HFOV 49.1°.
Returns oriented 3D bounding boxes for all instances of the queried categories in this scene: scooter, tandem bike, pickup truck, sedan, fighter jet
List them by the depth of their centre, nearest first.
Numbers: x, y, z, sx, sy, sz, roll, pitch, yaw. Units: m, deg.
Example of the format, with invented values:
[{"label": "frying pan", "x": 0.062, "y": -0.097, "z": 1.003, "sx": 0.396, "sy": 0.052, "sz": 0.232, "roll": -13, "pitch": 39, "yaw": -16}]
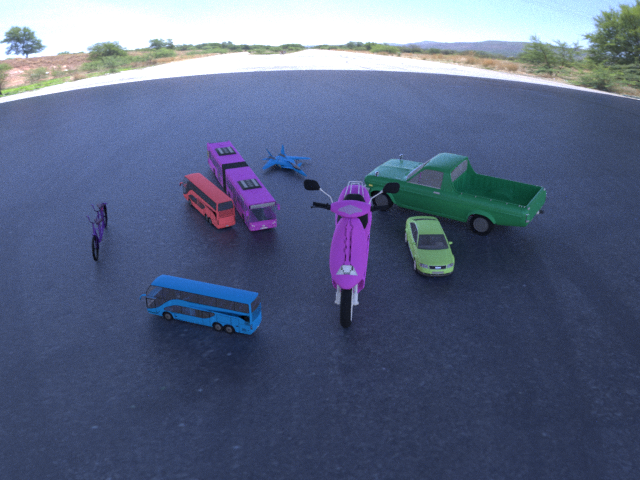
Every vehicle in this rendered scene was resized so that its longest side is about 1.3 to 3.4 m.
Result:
[{"label": "scooter", "x": 0.445, "y": -0.132, "z": 9.960, "sx": 1.288, "sy": 1.786, "sz": 2.721, "roll": 2, "pitch": 27, "yaw": 5}, {"label": "sedan", "x": 1.725, "y": 0.032, "z": 11.062, "sx": 0.635, "sy": 0.483, "sz": 1.613, "roll": -1, "pitch": 27, "yaw": -2}, {"label": "tandem bike", "x": -3.607, "y": -0.269, "z": 11.429, "sx": 0.283, "sy": 0.682, "sz": 1.642, "roll": -4, "pitch": 28, "yaw": -8}, {"label": "pickup truck", "x": 2.336, "y": -0.928, "z": 12.365, "sx": 3.117, "sy": 0.993, "sz": 1.244, "roll": 16, "pitch": 31, "yaw": 28}, {"label": "fighter jet", "x": -0.627, "y": -1.609, "z": 14.451, "sx": 1.147, "sy": 0.286, "sz": 1.358, "roll": -16, "pitch": 32, "yaw": -29}]

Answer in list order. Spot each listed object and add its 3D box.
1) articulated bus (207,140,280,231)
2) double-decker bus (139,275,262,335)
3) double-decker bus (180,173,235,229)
[{"label": "articulated bus", "x": -1.532, "y": -1.103, "z": 13.172, "sx": 0.605, "sy": 0.561, "sz": 3.401, "roll": -10, "pitch": 29, "yaw": -18}, {"label": "double-decker bus", "x": -1.600, "y": 0.856, "z": 9.406, "sx": 1.672, "sy": 0.541, "sz": 0.389, "roll": 9, "pitch": 29, "yaw": 17}, {"label": "double-decker bus", "x": -2.012, "y": -0.730, "z": 12.473, "sx": 0.389, "sy": 0.541, "sz": 1.672, "roll": -16, "pitch": 31, "yaw": -28}]
